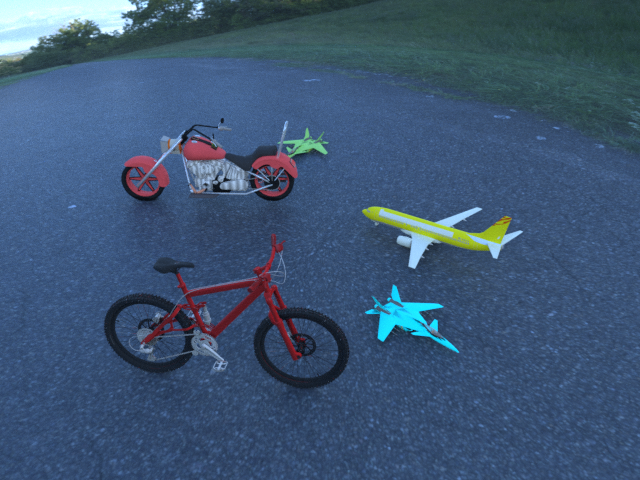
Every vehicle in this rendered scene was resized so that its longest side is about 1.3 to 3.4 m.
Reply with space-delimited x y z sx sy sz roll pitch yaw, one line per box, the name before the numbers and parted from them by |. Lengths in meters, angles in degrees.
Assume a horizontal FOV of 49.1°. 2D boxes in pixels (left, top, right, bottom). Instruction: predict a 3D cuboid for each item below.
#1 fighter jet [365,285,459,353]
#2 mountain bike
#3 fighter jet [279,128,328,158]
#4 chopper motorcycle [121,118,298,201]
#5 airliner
fighter jet | 1.256 1.040 8.958 1.147 0.286 1.358 -23 37 -34
mountain bike | -1.088 0.895 7.807 2.857 1.688 1.114 4 30 8
fighter jet | -0.415 -1.872 14.013 1.147 0.286 1.358 16 34 26
chopper motorcycle | -1.899 -1.343 11.900 3.040 1.480 0.906 2 30 3
airliner | 1.725 -0.311 10.754 2.541 0.835 2.257 20 35 31
